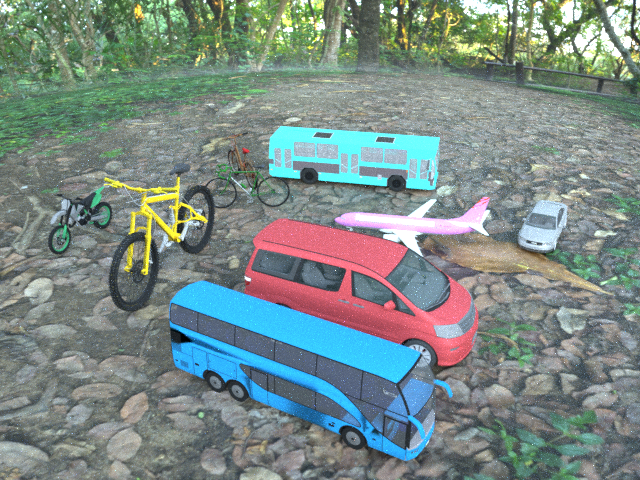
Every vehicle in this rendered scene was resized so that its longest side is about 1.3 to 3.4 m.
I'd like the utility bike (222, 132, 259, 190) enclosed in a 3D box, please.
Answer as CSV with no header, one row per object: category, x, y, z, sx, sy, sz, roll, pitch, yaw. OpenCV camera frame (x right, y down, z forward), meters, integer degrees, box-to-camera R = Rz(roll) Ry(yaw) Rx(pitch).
utility bike,-1.559,-1.552,13.601,0.535,0.946,1.435,-14,30,-26

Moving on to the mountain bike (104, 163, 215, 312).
mountain bike,-2.227,-0.216,10.108,1.114,1.688,2.857,9,28,17

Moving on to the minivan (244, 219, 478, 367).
minivan,0.529,0.620,8.989,3.011,1.197,1.324,12,29,23

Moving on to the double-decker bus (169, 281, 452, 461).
double-decker bus,-0.224,1.375,7.646,3.251,1.052,0.756,15,30,27

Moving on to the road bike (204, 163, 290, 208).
road bike,-1.315,-0.970,12.545,1.545,0.852,0.358,-2,27,-3

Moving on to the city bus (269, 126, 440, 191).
city bus,0.670,-1.580,13.714,3.255,0.894,0.926,6,27,12

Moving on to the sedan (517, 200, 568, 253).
sedan,3.705,-0.285,11.590,0.635,0.483,1.613,13,29,24

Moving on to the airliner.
airliner,1.484,-0.421,11.468,2.541,0.835,2.257,6,27,12

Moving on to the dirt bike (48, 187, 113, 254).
dirt bike,-3.891,-0.382,11.366,0.527,0.857,1.493,11,29,21
